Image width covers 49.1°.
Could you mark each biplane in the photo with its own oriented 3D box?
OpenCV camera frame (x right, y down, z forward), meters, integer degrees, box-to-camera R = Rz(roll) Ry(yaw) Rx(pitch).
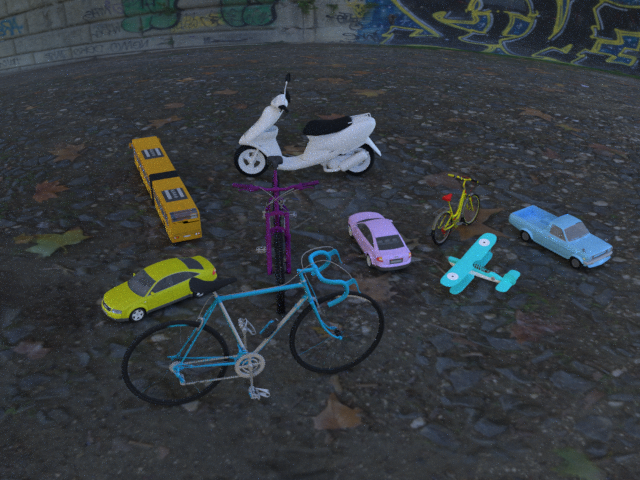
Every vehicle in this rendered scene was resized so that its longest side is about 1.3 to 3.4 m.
[{"bbox_3d":[2.227,0.441,9.827,1.090,0.504,1.336,22,37,33],"label":"biplane"}]

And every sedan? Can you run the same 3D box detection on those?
[{"bbox_3d":[0.885,-0.070,10.721,0.635,0.483,1.613,-8,31,-13],"label":"sedan"},{"bbox_3d":[-2.192,0.606,9.567,1.613,0.483,0.635,-21,36,-32],"label":"sedan"}]

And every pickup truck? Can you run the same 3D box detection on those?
[{"bbox_3d":[3.681,-0.116,10.772,0.640,0.511,1.603,-19,35,-29],"label":"pickup truck"}]

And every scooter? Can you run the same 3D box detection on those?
[{"bbox_3d":[-0.235,-1.981,12.694,2.721,1.786,1.288,-1,30,-2],"label":"scooter"}]

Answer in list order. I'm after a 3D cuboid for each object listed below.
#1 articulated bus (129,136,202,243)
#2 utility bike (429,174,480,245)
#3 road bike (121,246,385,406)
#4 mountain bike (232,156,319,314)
[{"bbox_3d":[-2.719,-0.968,12.176,0.605,0.561,3.401,-12,32,-19],"label":"articulated bus"},{"bbox_3d":[2.116,-0.522,11.034,0.535,0.946,1.435,24,38,35],"label":"utility bike"},{"bbox_3d":[-0.679,1.002,7.730,3.004,1.656,0.696,-9,31,-15],"label":"road bike"},{"bbox_3d":[-0.607,-0.268,9.868,1.114,1.688,2.857,-2,30,-4],"label":"mountain bike"}]
